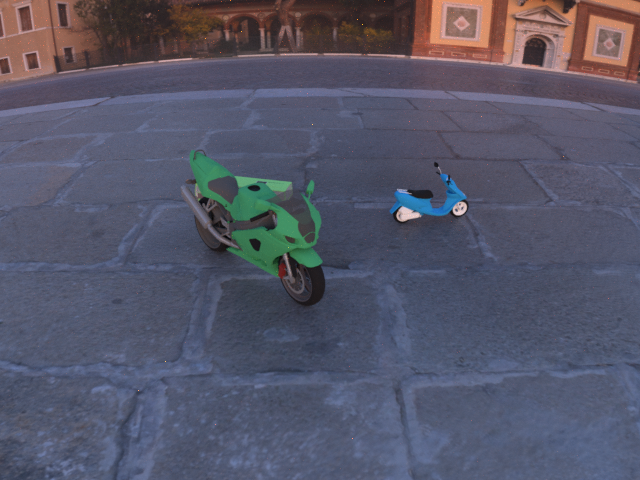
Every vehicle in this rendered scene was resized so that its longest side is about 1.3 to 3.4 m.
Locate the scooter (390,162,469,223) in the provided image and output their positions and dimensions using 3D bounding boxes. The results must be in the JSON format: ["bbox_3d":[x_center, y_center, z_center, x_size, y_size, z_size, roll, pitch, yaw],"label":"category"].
[{"bbox_3d":[1.848,-0.744,11.642,1.399,0.919,0.662,-6,29,-12],"label":"scooter"}]

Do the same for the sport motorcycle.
[{"bbox_3d":[-0.951,-0.220,9.955,0.983,1.596,2.955,-23,36,-36],"label":"sport motorcycle"}]

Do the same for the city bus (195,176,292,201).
[{"bbox_3d":[-1.331,-0.812,12.251,1.674,0.460,0.476,7,29,13],"label":"city bus"}]
